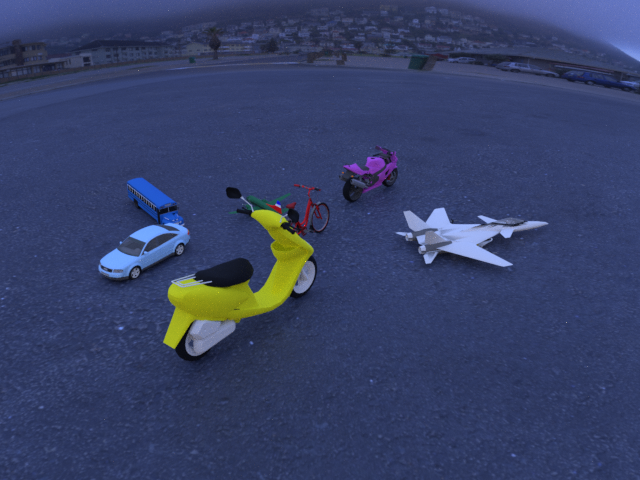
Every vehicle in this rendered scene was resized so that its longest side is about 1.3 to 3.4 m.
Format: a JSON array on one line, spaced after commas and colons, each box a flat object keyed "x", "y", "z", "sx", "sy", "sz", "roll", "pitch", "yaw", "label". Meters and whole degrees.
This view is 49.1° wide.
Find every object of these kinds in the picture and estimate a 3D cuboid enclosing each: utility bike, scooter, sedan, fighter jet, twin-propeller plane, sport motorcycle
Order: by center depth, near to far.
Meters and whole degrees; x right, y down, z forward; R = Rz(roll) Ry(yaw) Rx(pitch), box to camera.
[{"x": -0.943, "y": 0.372, "z": 9.106, "sx": 1.288, "sy": 1.786, "sz": 2.721, "roll": 21, "pitch": 34, "yaw": 35, "label": "scooter"}, {"x": -2.753, "y": 0.122, "z": 11.014, "sx": 0.635, "sy": 0.483, "sz": 1.613, "roll": 18, "pitch": 32, "yaw": 31, "label": "sedan"}, {"x": -0.315, "y": -0.409, "z": 11.541, "sx": 0.535, "sy": 0.946, "sz": 1.435, "roll": 19, "pitch": 33, "yaw": 32, "label": "utility bike"}, {"x": 2.702, "y": -0.240, "z": 11.638, "sx": 2.640, "sy": 0.557, "sz": 2.229, "roll": -9, "pitch": 29, "yaw": -17, "label": "fighter jet"}, {"x": -1.017, "y": -0.661, "z": 12.619, "sx": 1.370, "sy": 0.407, "sz": 1.095, "roll": -21, "pitch": 34, "yaw": -35, "label": "twin-propeller plane"}, {"x": 0.976, "y": -1.261, "z": 13.333, "sx": 1.520, "sy": 0.821, "sz": 0.506, "roll": -24, "pitch": 36, "yaw": -38, "label": "sport motorcycle"}]

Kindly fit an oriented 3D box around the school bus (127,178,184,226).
[{"x": -2.960, "y": -0.649, "z": 12.566, "sx": 0.365, "sy": 0.434, "sz": 1.708, "roll": -19, "pitch": 33, "yaw": -32, "label": "school bus"}]
